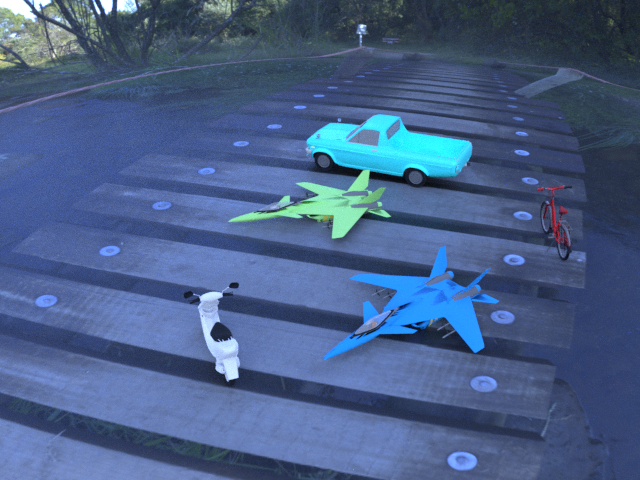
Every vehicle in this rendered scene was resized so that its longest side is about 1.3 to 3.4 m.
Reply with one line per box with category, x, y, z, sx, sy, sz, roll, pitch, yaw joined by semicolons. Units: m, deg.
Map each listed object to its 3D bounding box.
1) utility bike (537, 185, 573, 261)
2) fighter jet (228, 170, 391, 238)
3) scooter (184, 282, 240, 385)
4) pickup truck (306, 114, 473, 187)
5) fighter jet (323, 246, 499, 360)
utility bike;3.583;-0.324;10.745;0.535;0.946;1.435;0;28;-1
fighter jet;-0.240;-0.634;11.729;2.640;0.557;2.229;-8;29;-15
scooter;-1.213;1.027;8.267;0.662;0.919;1.399;-10;30;-19
pickup truck;1.302;-1.810;13.452;3.117;0.993;1.244;12;31;22
fighter jet;1.043;0.858;8.961;2.640;0.557;2.229;-22;35;-35
